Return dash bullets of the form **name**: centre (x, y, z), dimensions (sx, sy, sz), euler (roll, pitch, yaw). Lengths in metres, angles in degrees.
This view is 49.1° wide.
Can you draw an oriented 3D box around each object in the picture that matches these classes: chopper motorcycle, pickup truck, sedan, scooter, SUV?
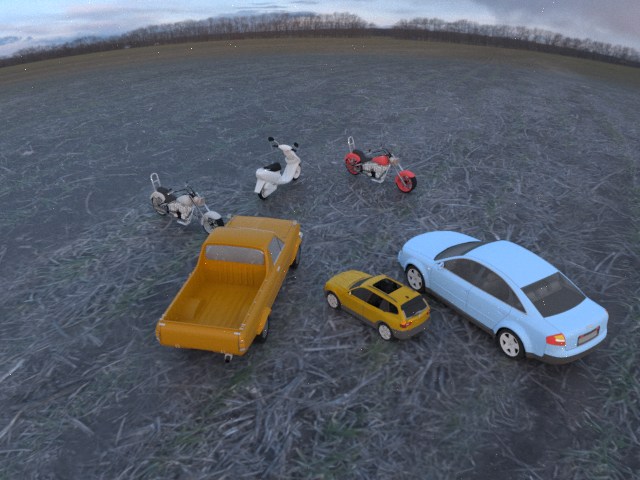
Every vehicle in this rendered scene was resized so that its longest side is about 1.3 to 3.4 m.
- **chopper motorcycle**: centre (1.113, -1.403, 13.008), dimensions (1.563, 0.761, 0.466), euler (21, 35, 33)
- **pickup truck**: centre (-1.106, 0.437, 9.433), dimensions (1.244, 0.993, 3.117), euler (6, 29, 10)
- **sedan**: centre (2.304, 0.532, 9.316), dimensions (1.235, 0.940, 3.137), euler (-18, 34, -29)
- **chopper motorcycle**: centre (-2.217, -0.588, 11.531), dimensions (1.563, 0.761, 0.466), euler (19, 34, 30)
- **scooter**: centre (-0.745, -1.335, 12.721), dimensions (0.662, 0.919, 1.399), euler (17, 33, 28)
- **SUV**: centre (0.740, 0.764, 9.269), dimensions (0.656, 0.580, 1.572), euler (-24, 37, -36)
